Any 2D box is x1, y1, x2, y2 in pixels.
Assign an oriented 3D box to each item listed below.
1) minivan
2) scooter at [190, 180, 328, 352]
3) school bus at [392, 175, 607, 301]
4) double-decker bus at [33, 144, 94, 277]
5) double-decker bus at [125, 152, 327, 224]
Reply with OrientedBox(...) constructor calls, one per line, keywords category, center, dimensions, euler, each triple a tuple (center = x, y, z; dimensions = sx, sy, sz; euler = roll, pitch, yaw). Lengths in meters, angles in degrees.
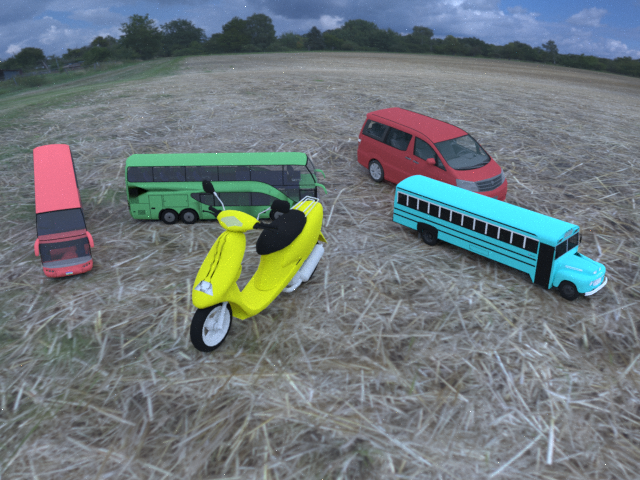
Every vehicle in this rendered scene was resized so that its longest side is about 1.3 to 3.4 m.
OrientedBox(category="minivan", center=(1.987, -1.480, 12.608), dimensions=(1.324, 1.197, 3.011), euler=(-18, 32, -32))
OrientedBox(category="scooter", center=(-0.715, 0.106, 8.729), dimensions=(1.288, 1.786, 2.721), euler=(16, 30, 29))
OrientedBox(category="school bus", center=(2.551, -0.109, 10.228), dimensions=(0.709, 0.844, 3.322), euler=(-24, 35, -39))
OrientedBox(category="double-decker bus", center=(-4.016, -0.511, 10.808), dimensions=(0.756, 1.052, 3.251), euler=(-10, 28, -19))
OrientedBox(category="double-decker bus", center=(-1.520, -0.875, 11.547), dimensions=(3.251, 1.052, 0.756), euler=(-1, 26, -2))
